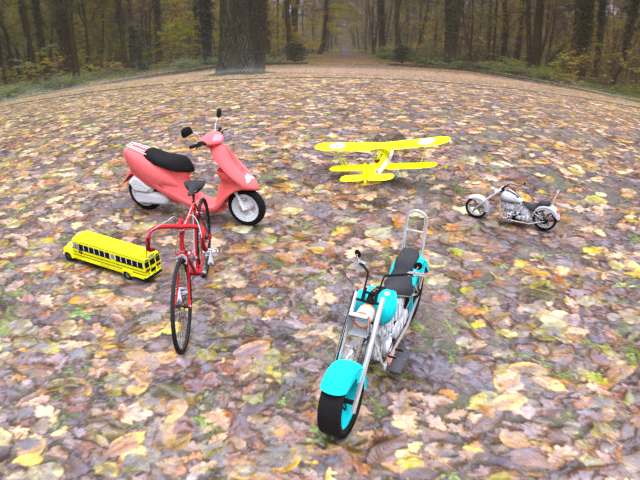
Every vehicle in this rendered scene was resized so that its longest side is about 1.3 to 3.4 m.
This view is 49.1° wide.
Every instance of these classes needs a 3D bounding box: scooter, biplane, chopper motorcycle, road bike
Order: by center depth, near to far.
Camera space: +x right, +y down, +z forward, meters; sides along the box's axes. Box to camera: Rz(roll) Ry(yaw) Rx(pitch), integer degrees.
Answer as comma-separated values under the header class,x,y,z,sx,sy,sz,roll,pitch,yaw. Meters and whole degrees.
class,x,y,z,sx,sy,sz,roll,pitch,yaw
chopper motorcycle,0.676,0.838,7.975,0.906,1.480,3.040,11,29,21
road bike,-1.668,0.162,9.127,0.696,1.656,3.004,0,27,0
chopper motorcycle,3.213,-0.615,11.675,1.563,0.761,0.466,14,30,26
scooter,-2.180,-1.213,11.725,2.721,1.786,1.288,9,28,18
biplane,1.048,-1.443,13.082,2.598,0.981,2.120,8,28,16

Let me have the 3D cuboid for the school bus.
class,x,y,z,sx,sy,sz,roll,pitch,yaw
school bus,-3.124,0.213,10.388,1.708,0.434,0.365,14,30,26
